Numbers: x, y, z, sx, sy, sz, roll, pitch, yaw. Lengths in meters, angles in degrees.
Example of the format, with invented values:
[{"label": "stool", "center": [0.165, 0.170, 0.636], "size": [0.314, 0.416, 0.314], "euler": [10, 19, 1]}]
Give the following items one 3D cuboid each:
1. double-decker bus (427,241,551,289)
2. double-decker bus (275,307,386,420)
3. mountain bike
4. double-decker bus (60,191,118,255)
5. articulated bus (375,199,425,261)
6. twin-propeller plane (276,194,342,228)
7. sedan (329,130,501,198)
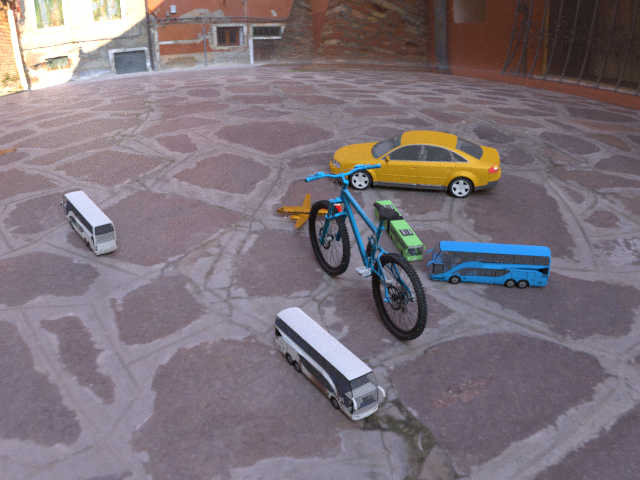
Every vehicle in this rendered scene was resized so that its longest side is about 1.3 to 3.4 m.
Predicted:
[{"label": "double-decker bus", "center": [2.331, 0.334, 9.757], "size": [1.672, 0.541, 0.389], "euler": [3, 27, 6]}, {"label": "double-decker bus", "center": [0.054, 1.355, 7.764], "size": [0.389, 0.541, 1.672], "euler": [-17, 32, -30]}, {"label": "mountain bike", "center": [0.538, 0.060, 9.033], "size": [1.114, 1.688, 2.857], "euler": [-13, 30, -24]}, {"label": "double-decker bus", "center": [-3.642, -0.303, 11.000], "size": [0.389, 0.541, 1.672], "euler": [-17, 32, -30]}, {"label": "articulated bus", "center": [1.222, -0.183, 11.043], "size": [0.311, 0.289, 1.749], "euler": [-6, 28, -11]}, {"label": "twin-propeller plane", "center": [-0.189, -0.518, 11.568], "size": [1.095, 0.407, 1.370], "euler": [3, 27, 6]}, {"label": "sedan", "center": [1.734, -1.486, 12.874], "size": [3.137, 0.940, 1.235], "euler": [5, 28, 10]}]
